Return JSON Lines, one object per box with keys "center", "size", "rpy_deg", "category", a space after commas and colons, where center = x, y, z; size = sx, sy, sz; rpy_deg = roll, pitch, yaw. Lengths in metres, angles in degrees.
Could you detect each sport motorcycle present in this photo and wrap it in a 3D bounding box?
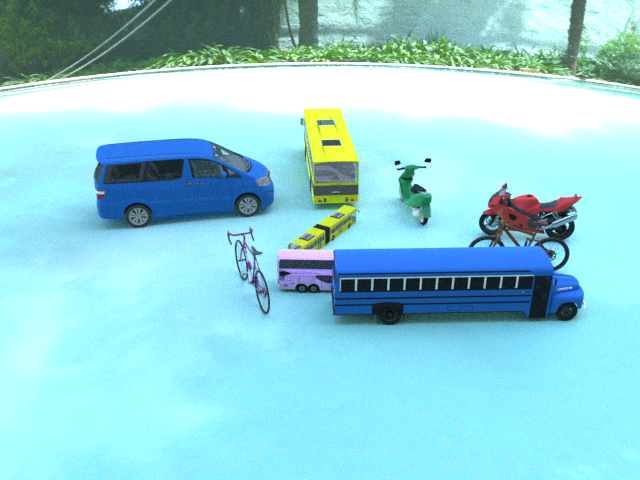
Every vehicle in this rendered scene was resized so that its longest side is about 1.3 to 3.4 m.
{"center": [3.322, -0.413, 11.133], "size": [1.520, 0.821, 0.506], "rpy_deg": [5, 27, 9], "category": "sport motorcycle"}

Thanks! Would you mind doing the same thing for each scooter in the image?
{"center": [1.617, -0.889, 11.965], "size": [0.662, 0.919, 1.399], "rpy_deg": [-6, 27, -11], "category": "scooter"}

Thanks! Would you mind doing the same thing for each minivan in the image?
{"center": [-2.302, -1.067, 12.009], "size": [3.011, 1.197, 1.324], "rpy_deg": [-6, 28, -12], "category": "minivan"}

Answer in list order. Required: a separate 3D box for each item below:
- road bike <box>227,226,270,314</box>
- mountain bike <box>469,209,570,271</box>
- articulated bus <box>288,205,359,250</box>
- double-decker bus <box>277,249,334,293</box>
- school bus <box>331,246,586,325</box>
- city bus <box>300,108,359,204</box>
{"center": [-0.942, 0.374, 9.543], "size": [0.358, 0.852, 1.545], "rpy_deg": [-11, 29, -20], "category": "road bike"}
{"center": [2.885, 0.064, 10.137], "size": [1.469, 0.868, 0.573], "rpy_deg": [2, 27, 3], "category": "mountain bike"}
{"center": [0.070, -0.123, 11.148], "size": [0.311, 0.289, 1.749], "rpy_deg": [16, 31, 28], "category": "articulated bus"}
{"center": [0.239, 0.432, 9.773], "size": [1.672, 0.541, 0.389], "rpy_deg": [1, 27, 2], "category": "double-decker bus"}
{"center": [1.816, 0.562, 9.179], "size": [3.322, 0.844, 0.709], "rpy_deg": [-1, 27, -2], "category": "school bus"}
{"center": [0.160, -1.654, 13.506], "size": [0.926, 0.894, 3.255], "rpy_deg": [-2, 27, -4], "category": "city bus"}
